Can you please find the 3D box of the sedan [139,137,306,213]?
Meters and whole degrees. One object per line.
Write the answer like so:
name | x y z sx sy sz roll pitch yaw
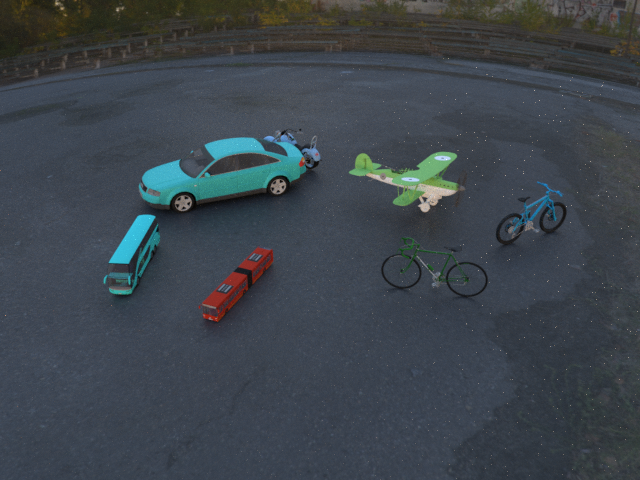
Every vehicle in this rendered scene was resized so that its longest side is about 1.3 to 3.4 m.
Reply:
sedan | -1.805 -1.322 13.077 3.137 0.940 1.235 -12 32 -20

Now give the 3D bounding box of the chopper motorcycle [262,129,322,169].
chopper motorcycle | -0.608 -1.946 14.345 1.563 0.761 0.466 24 38 36

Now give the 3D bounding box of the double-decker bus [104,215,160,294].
double-decker bus | -2.861 0.221 10.787 0.389 0.541 1.672 2 30 3

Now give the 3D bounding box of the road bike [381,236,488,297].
road bike | 1.659 0.408 10.149 1.545 0.852 0.358 7 31 11

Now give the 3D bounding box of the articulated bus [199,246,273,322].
articulated bus | -1.190 0.617 10.350 0.311 0.289 1.749 12 32 20

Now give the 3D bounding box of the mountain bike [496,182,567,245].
mountain bike | 3.527 -0.414 11.565 1.469 0.868 0.573 -14 33 -23

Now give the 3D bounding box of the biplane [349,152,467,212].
biplane | 1.612 -1.116 12.676 2.120 0.981 2.598 15 33 24
